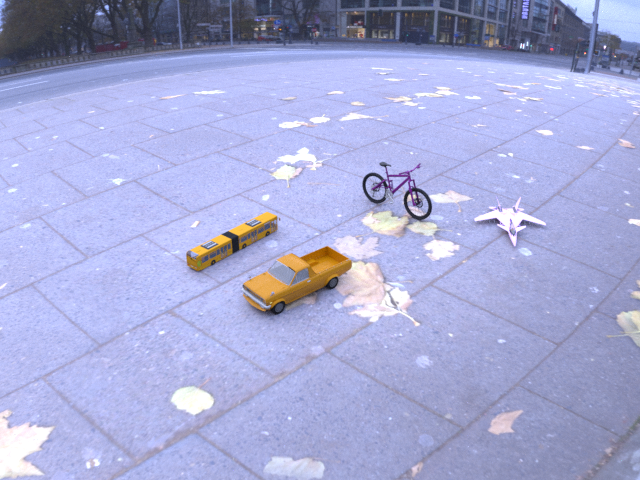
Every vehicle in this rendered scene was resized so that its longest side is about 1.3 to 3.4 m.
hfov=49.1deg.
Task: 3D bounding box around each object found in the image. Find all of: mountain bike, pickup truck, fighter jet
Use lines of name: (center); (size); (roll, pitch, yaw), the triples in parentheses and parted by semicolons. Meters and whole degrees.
mountain bike: (1.295, -0.889, 11.877); (1.469, 0.868, 0.573); (25, 38, 37)
pickup truck: (-0.306, 0.484, 9.794); (1.603, 0.511, 0.640); (-23, 36, -34)
fighter jet: (3.123, -0.310, 11.439); (1.147, 0.286, 1.358); (4, 29, 7)

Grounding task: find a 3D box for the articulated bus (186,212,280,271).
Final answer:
articulated bus: (-1.324, 0.001, 10.883); (0.311, 0.289, 1.749); (22, 36, 34)
